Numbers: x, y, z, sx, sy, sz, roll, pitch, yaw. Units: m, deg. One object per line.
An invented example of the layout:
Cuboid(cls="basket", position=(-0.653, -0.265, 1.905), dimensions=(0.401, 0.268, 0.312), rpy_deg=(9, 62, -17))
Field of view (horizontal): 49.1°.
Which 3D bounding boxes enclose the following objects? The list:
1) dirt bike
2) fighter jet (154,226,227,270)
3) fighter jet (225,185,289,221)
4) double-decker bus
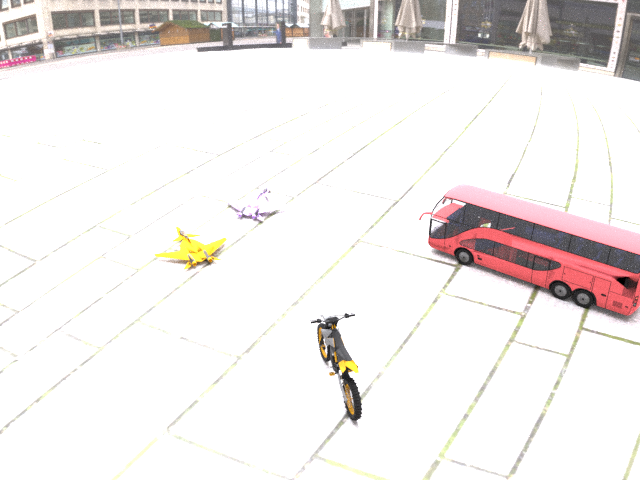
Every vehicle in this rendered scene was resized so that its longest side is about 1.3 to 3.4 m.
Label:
Cuboid(cls="dirt bike", position=(0.193, 1.309, 7.910), dimensions=(0.527, 0.857, 1.493), rpy_deg=(-8, 30, -14))
Cuboid(cls="fighter jet", position=(-2.033, -0.004, 10.838), dimensions=(1.147, 0.286, 1.358), rpy_deg=(-14, 32, -24))
Cuboid(cls="fighter jet", position=(-1.066, -0.756, 12.179), dimensions=(1.147, 0.286, 1.358), rpy_deg=(7, 30, 12))
Cuboid(cls="double-decker bus", position=(2.998, 0.047, 9.964), dimensions=(3.251, 1.052, 0.756), rpy_deg=(21, 35, 33))
